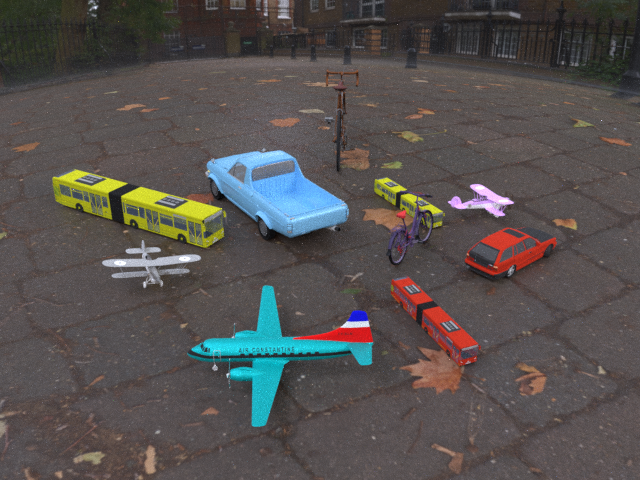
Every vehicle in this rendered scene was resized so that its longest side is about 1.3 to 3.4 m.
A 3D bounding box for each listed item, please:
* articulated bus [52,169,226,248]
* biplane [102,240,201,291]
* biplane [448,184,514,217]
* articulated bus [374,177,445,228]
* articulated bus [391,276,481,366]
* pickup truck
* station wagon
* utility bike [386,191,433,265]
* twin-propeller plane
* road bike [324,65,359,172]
[{"bbox_3d":[-3.051,-0.559,11.558,3.401,0.561,0.605,15,31,27],"label":"articulated bus"},{"bbox_3d":[-2.375,0.340,9.867,1.336,0.504,1.090,-12,29,-22],"label":"biplane"},{"bbox_3d":[2.702,-0.627,11.751,1.090,0.504,1.336,-6,28,-11],"label":"biplane"},{"bbox_3d":[1.499,-0.662,12.056,0.311,0.289,1.749,-14,30,-25],"label":"articulated bus"},{"bbox_3d":[1.408,0.986,8.846,0.311,0.289,1.749,-11,29,-20],"label":"articulated bus"},{"bbox_3d":[-0.811,-0.890,11.731,1.244,0.993,3.117,-16,31,-28],"label":"pickup truck"},{"bbox_3d":[2.868,0.096,10.377,1.597,0.473,0.682,-21,34,-35],"label":"station wagon"},{"bbox_3d":[1.329,-0.234,10.503,0.535,0.946,1.435,18,32,31],"label":"utility bike"},{"bbox_3d":[-0.454,1.153,7.968,2.129,0.792,2.663,-1,27,-2],"label":"twin-propeller plane"},{"bbox_3d":[0.418,-2.544,14.227,0.696,1.656,3.004,2,27,3],"label":"road bike"}]
